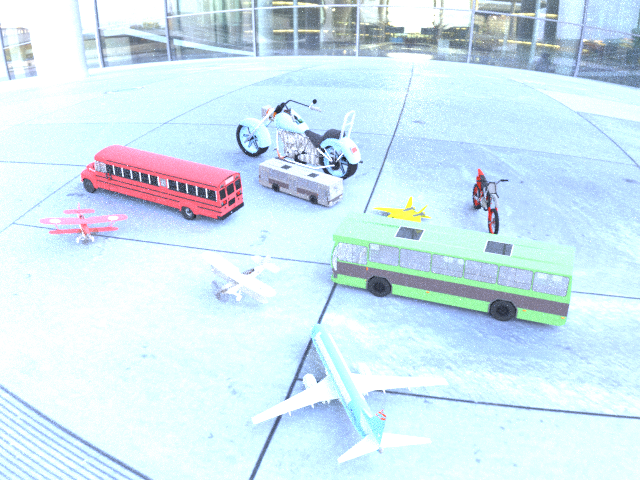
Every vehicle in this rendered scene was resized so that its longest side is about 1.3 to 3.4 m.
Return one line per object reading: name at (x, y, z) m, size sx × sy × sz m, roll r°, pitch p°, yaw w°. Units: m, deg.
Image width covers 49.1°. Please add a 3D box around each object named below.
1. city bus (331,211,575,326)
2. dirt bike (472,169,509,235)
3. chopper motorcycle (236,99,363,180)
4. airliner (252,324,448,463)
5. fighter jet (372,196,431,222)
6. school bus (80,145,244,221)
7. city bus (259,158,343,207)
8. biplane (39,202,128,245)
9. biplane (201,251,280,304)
city bus at (1.810, 0.395, 9.789) m, size 3.255 × 0.894 × 0.926 m, roll 10°, pitch 30°, yaw 17°
dirt bike at (2.819, -0.695, 11.810) m, size 0.527 × 0.857 × 1.493 m, roll -1°, pitch 29°, yaw -2°
chopper motorcycle at (-0.495, -2.089, 13.700) m, size 3.040 × 1.480 × 0.906 m, roll 21°, pitch 35°, yaw 33°
airliner at (0.283, 1.477, 7.882) m, size 2.257 × 0.835 × 2.541 m, roll -8°, pitch 30°, yaw -14°
fighter jet at (1.214, -0.376, 11.823) m, size 1.358 × 0.286 × 1.147 m, roll -20°, pitch 35°, yaw -32°
school bus at (-2.928, -1.063, 12.494) m, size 3.322 × 0.844 × 0.709 m, roll 15°, pitch 32°, yaw 25°
city bus at (-0.367, -1.052, 12.872) m, size 1.674 × 0.460 × 0.476 m, roll 20°, pitch 34°, yaw 32°
biplane at (-3.844, -0.282, 11.425) m, size 1.336 × 0.504 × 1.090 m, roll -13°, pitch 31°, yaw -22°
biplane at (-1.047, 0.532, 9.945) m, size 1.336 × 0.504 × 1.090 m, roll 21°, pitch 35°, yaw 33°
